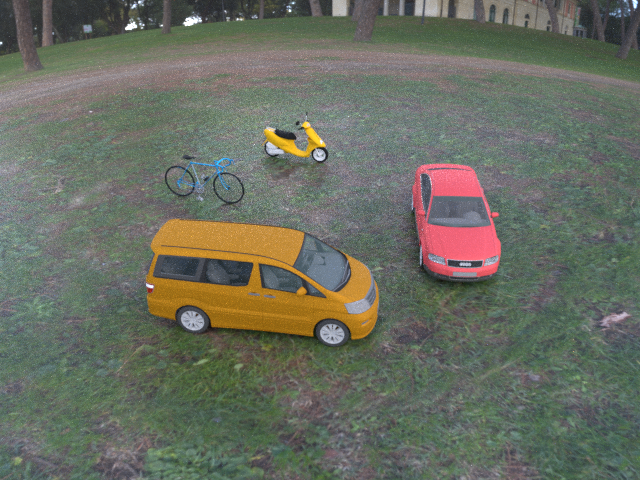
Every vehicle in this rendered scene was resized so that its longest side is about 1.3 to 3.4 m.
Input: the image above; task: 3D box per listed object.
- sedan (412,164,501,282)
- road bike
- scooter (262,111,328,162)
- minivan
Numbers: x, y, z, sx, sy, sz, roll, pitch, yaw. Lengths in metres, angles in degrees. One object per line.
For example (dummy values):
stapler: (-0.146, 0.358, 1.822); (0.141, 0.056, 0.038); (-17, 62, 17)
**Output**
sedan: (2.120, -0.450, 11.111); (1.235, 0.940, 3.137); (2, 30, 3)
road bike: (-2.052, -1.089, 12.316); (1.545, 0.852, 0.358); (9, 31, 15)
scooter: (-0.505, -2.028, 13.887); (1.399, 0.919, 0.662); (9, 31, 15)
minivan: (-0.725, 0.496, 9.202); (3.011, 1.197, 1.324); (4, 30, 8)
